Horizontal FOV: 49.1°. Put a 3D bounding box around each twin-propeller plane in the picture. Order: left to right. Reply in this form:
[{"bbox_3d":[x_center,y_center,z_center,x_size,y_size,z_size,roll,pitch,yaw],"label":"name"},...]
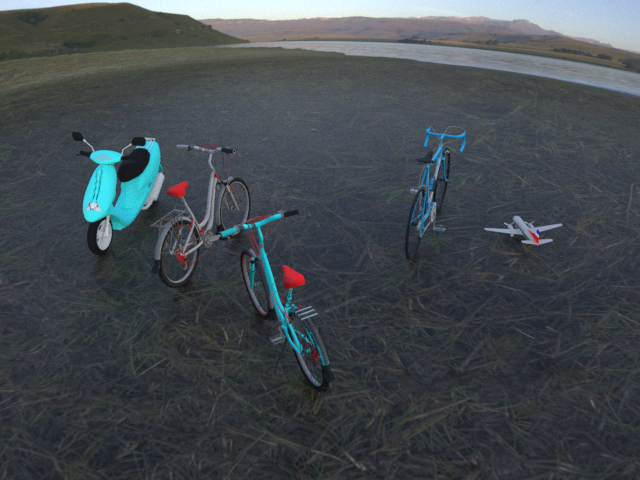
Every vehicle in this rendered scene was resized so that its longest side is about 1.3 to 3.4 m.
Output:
[{"bbox_3d":[3.472,-0.204,11.802,1.370,0.407,1.095,-3,29,-6],"label":"twin-propeller plane"}]

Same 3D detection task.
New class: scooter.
[{"bbox_3d":[-3.342,-1.063,11.928,1.288,1.786,2.721,6,30,11],"label":"scooter"}]

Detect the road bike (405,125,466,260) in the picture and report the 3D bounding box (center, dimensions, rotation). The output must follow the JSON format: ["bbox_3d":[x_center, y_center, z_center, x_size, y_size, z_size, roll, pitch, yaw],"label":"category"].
[{"bbox_3d":[1.860,-0.880,11.733,0.696,1.656,3.004,11,31,18],"label":"road bike"}]

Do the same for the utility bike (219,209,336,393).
[{"bbox_3d":[-0.582,0.672,8.753,1.039,1.839,2.791,-14,32,-23],"label":"utility bike"}]

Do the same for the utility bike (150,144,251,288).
[{"bbox_3d":[-1.892,-0.509,10.878,1.039,1.839,2.791,12,31,21],"label":"utility bike"}]
